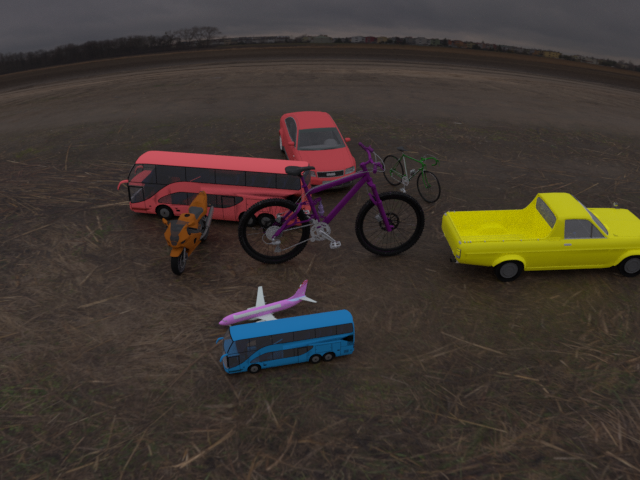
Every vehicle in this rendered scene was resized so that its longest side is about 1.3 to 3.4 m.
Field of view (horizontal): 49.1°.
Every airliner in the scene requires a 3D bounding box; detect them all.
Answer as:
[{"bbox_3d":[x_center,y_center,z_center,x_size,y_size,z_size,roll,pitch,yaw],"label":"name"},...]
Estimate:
[{"bbox_3d":[-0.733,0.856,9.357,1.307,0.429,1.161,-13,31,-22],"label":"airliner"}]

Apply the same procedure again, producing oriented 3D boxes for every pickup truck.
[{"bbox_3d":[3.449,-0.118,10.568,3.117,0.993,1.244,-2,28,-3],"label":"pickup truck"}]

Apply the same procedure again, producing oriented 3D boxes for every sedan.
[{"bbox_3d":[-0.092,-1.939,13.994,1.235,0.940,3.137,-5,29,-10],"label":"sedan"}]

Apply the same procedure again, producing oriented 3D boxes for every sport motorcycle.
[{"bbox_3d":[-2.002,-0.121,10.755,0.506,0.821,1.520,5,29,9],"label":"sport motorcycle"}]

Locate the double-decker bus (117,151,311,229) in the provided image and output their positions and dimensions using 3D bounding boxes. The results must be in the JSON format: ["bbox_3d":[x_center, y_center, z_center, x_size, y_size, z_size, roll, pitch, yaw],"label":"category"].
[{"bbox_3d":[-1.768,-0.883,11.921,3.251,1.052,0.756,5,29,9],"label":"double-decker bus"}]

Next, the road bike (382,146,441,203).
[{"bbox_3d":[1.658,-1.243,12.800,0.358,0.852,1.545,-20,34,-32],"label":"road bike"}]

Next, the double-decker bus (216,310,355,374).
[{"bbox_3d":[-0.407,1.242,8.525,1.672,0.541,0.389,-7,29,-13],"label":"double-decker bus"}]

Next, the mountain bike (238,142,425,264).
[{"bbox_3d":[0.194,-0.445,10.443,2.857,1.688,1.114,-4,29,-7],"label":"mountain bike"}]
